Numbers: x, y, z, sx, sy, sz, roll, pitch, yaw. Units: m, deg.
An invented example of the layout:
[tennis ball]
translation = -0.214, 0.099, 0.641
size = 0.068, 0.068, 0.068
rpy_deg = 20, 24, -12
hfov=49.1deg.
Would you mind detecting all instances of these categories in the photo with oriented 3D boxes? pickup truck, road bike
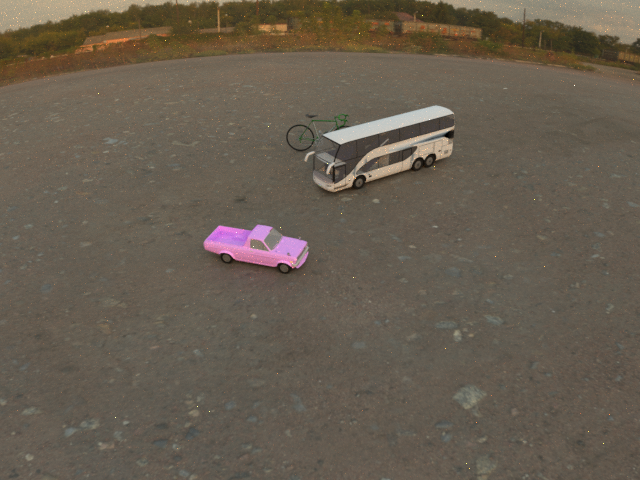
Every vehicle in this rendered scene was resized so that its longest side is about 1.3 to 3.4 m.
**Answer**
[pickup truck]
translation = -0.996, 0.069, 10.949
size = 1.603, 0.511, 0.640
rpy_deg = 9, 31, 16
[road bike]
translation = 0.057, -2.246, 14.663
size = 1.545, 0.852, 0.358
rpy_deg = 2, 30, 4

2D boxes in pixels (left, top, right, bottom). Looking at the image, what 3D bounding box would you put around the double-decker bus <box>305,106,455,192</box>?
[double-decker bus]
translation = 1.252, -1.788, 13.659
size = 3.251, 1.052, 0.756
rpy_deg = -19, 35, -30
